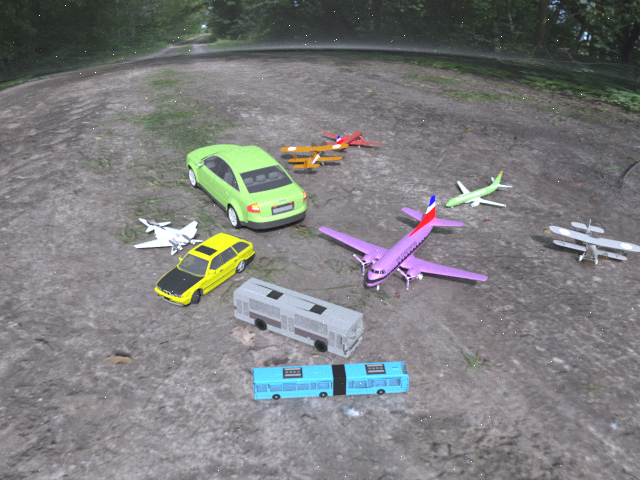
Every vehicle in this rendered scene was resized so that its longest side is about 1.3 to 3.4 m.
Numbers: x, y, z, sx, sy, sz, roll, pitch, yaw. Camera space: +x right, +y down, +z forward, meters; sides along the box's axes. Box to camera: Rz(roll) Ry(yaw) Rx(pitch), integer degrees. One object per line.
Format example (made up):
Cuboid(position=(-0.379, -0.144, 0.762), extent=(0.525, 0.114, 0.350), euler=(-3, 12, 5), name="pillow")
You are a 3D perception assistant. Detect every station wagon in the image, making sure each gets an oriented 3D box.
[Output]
Cuboid(position=(-1.612, 0.359, 9.851), extent=(0.682, 0.473, 1.597), euler=(18, 34, 28), name="station wagon")

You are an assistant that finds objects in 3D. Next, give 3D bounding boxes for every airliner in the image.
Cuboid(position=(2.678, -0.862, 12.077), extent=(1.307, 0.429, 1.161), euler=(-17, 34, -28), name="airliner")

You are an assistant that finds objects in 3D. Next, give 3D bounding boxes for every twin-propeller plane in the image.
Cuboid(position=(1.219, 0.040, 10.095), extent=(2.663, 0.792, 2.129), euler=(18, 34, 28), name="twin-propeller plane")
Cuboid(position=(0.597, -2.082, 14.281), extent=(1.370, 0.407, 1.095), euler=(16, 33, 26), name="twin-propeller plane")

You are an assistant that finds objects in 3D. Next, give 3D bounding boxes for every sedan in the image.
Cuboid(position=(-1.347, -1.114, 12.004), extent=(1.235, 0.940, 3.137), euler=(-16, 33, -26), name="sedan")

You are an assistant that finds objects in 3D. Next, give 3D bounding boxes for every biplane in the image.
Cuboid(position=(-0.158, -1.557, 13.243), extent=(1.336, 0.504, 1.090), euler=(7, 30, 13), name="biplane")
Cuboid(position=(4.050, 0.026, 10.413), extent=(1.336, 0.504, 1.090), euler=(6, 30, 10), name="biplane")

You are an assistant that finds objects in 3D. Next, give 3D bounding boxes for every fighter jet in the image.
Cuboid(position=(-2.486, -0.193, 11.028), extent=(1.358, 0.286, 1.147), euler=(26, 38, 38), name="fighter jet")

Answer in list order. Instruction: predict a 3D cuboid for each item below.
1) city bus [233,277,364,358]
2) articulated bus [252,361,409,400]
Cuboid(position=(-0.288, 0.970, 8.772), extent=(1.674, 0.460, 0.476), euler=(16, 33, 26), name="city bus")
Cuboid(position=(0.111, 1.576, 7.866), extent=(1.749, 0.289, 0.311), euler=(-2, 29, -3), name="articulated bus")
